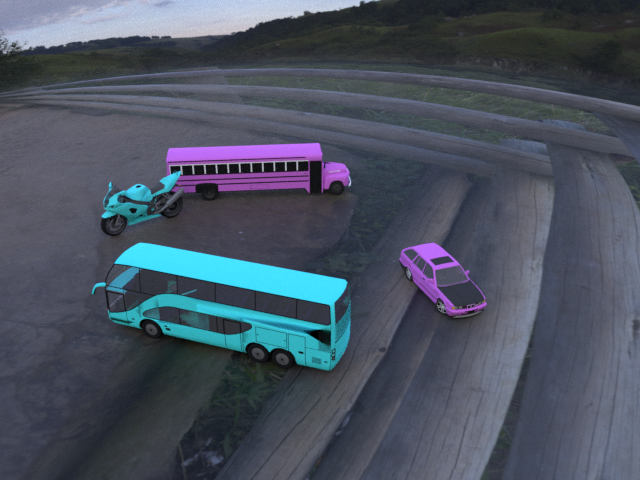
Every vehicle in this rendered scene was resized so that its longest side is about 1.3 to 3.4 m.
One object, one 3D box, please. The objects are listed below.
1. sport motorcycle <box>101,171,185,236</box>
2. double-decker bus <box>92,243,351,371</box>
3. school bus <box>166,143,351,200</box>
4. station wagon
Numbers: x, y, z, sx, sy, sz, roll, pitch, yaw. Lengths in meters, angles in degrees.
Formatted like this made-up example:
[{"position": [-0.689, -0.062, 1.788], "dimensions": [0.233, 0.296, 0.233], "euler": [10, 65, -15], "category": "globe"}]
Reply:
[{"position": [-2.926, -0.612, 11.549], "dimensions": [1.520, 0.821, 0.506], "euler": [-22, 35, -36], "category": "sport motorcycle"}, {"position": [-1.228, 0.780, 8.668], "dimensions": [3.251, 1.052, 0.756], "euler": [10, 29, 17], "category": "double-decker bus"}, {"position": [-1.093, -1.274, 12.779], "dimensions": [3.322, 0.844, 0.709], "euler": [-3, 28, -5], "category": "school bus"}, {"position": [1.707, 0.505, 9.807], "dimensions": [0.682, 0.473, 1.597], "euler": [-10, 29, -18], "category": "station wagon"}]
